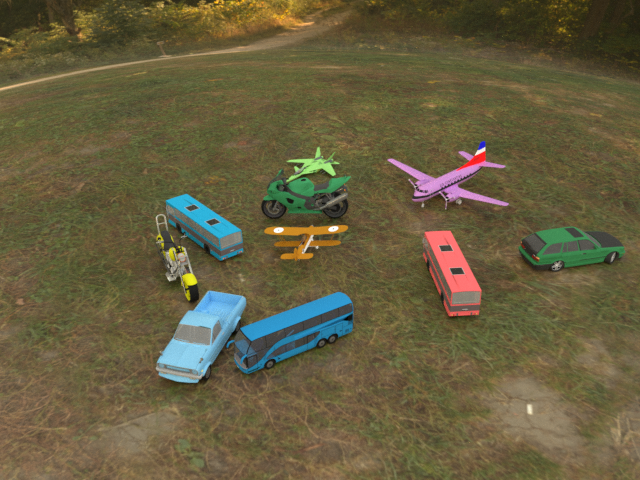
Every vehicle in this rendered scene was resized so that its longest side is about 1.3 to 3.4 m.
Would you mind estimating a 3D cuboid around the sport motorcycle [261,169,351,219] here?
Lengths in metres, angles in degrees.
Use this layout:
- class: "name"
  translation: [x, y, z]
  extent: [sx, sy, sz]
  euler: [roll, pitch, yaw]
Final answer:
- class: "sport motorcycle"
  translation: [-0.243, -0.739, 11.854]
  extent: [1.520, 0.821, 0.506]
  euler: [-1, 30, -1]

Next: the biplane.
- class: "biplane"
  translation: [-0.263, 0.040, 10.813]
  extent: [1.336, 0.504, 1.090]
  euler: [7, 31, 12]

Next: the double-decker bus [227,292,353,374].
- class: "double-decker bus"
  translation: [-0.337, 1.166, 8.809]
  extent: [1.672, 0.541, 0.389]
  euler: [-18, 34, -28]

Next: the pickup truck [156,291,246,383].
- class: "pickup truck"
  translation: [-1.472, 1.150, 8.868]
  extent: [0.640, 0.511, 1.603]
  euler: [8, 31, 14]

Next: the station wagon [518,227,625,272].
- class: "station wagon"
  translation: [3.900, 0.081, 10.771]
  extent: [1.597, 0.473, 0.682]
  euler: [-7, 31, -12]

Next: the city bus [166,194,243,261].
- class: "city bus"
  translation: [-1.882, -0.206, 11.287]
  extent: [0.476, 0.460, 1.674]
  euler: [-22, 37, -34]

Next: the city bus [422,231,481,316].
- class: "city bus"
  translation: [1.873, 0.471, 10.104]
  extent: [0.476, 0.460, 1.674]
  euler: [-3, 30, -5]

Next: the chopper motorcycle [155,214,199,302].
- class: "chopper motorcycle"
  translation: [-2.089, 0.254, 10.181]
  extent: [0.466, 0.761, 1.563]
  euler: [-14, 33, -23]

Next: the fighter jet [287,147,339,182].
- class: "fighter jet"
  translation: [-0.244, -1.432, 13.600]
  extent: [1.147, 0.286, 1.358]
  euler: [20, 36, 31]

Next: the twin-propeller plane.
- class: "twin-propeller plane"
  translation: [2.372, -1.181, 12.655]
  extent: [2.129, 0.792, 2.663]
  euler: [-25, 38, -37]
